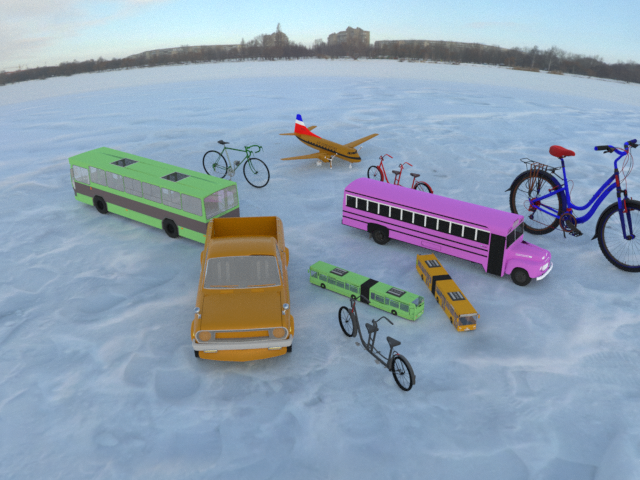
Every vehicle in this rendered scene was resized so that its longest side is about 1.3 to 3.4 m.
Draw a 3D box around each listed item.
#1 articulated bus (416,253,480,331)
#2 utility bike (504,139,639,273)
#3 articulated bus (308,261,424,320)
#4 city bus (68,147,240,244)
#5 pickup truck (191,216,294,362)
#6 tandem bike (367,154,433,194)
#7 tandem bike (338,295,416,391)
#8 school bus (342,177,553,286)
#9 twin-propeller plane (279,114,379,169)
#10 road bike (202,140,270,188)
[{"bbox_3d":[1.690,0.672,9.520,0.311,0.289,1.749,-5,26,-10],"label":"articulated bus"},{"bbox_3d":[4.042,-0.719,10.632,1.039,1.839,2.791,-18,31,-33],"label":"utility bike"},{"bbox_3d":[0.596,0.671,9.523,1.749,0.289,0.311,18,31,33],"label":"articulated bus"},{"bbox_3d":[-2.851,-0.775,11.841,3.255,0.894,0.926,17,30,31],"label":"city bus"},{"bbox_3d":[-1.002,0.426,9.220,1.244,0.993,3.117,-2,26,-4],"label":"pickup truck"},{"bbox_3d":[1.453,-1.147,12.865,0.283,0.682,1.642,-21,32,-36],"label":"tandem bike"},{"bbox_3d":[0.626,1.124,8.121,0.283,0.682,1.642,-13,29,-25],"label":"tandem bike"},{"bbox_3d":[1.885,-0.187,10.672,3.322,0.844,0.709,17,31,32],"label":"school bus"},{"bbox_3d":[0.125,-2.067,14.659,2.663,0.792,2.129,-20,32,-36],"label":"twin-propeller plane"},{"bbox_3d":[-1.620,-1.476,13.354,1.545,0.852,0.358,13,28,25],"label":"road bike"}]
